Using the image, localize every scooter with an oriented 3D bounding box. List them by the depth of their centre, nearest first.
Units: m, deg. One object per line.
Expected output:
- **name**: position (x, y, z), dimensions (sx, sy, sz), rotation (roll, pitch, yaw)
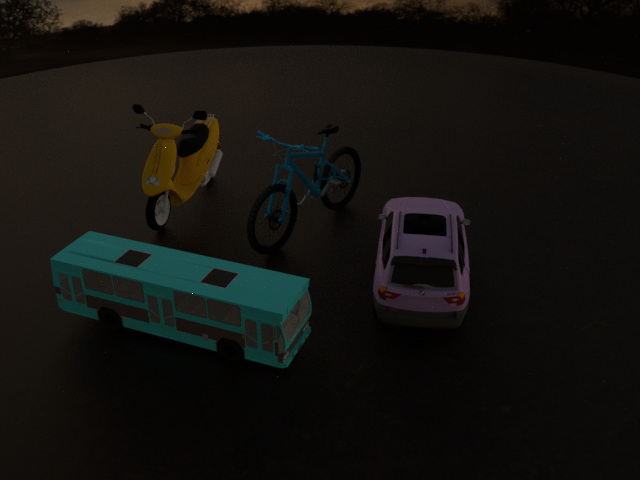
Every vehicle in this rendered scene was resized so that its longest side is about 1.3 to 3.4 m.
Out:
- **scooter**: position (-2.291, -1.459, 11.694), dimensions (1.288, 1.786, 2.721), rotation (8, 31, 14)

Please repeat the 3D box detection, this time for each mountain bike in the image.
- **mountain bike**: position (-0.179, -0.925, 10.864), dimensions (1.114, 1.688, 2.857), rotation (20, 35, 31)

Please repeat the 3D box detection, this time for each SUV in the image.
- **SUV**: position (1.417, 0.080, 9.674), dimensions (1.276, 1.128, 3.058), rotation (4, 30, 7)

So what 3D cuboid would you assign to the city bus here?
- **city bus**: position (-1.755, 0.731, 8.777), dimensions (3.255, 0.894, 0.926), rotation (11, 32, 19)
